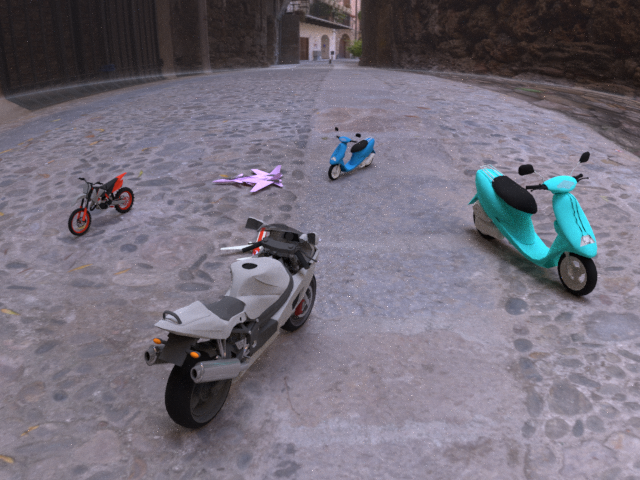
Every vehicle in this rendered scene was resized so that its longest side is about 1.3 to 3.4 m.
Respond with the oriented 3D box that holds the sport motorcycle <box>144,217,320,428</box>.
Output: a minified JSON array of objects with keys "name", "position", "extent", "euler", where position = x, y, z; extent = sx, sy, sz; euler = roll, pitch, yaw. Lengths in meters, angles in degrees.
[{"name":"sport motorcycle","position":[-0.809,0.838,7.983],"extent":[0.983,1.596,2.955],"euler":[14,30,25]}]

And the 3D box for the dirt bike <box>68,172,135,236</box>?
[{"name":"dirt bike","position":[-3.670,-0.666,11.751],"extent":[0.527,0.857,1.493],"euler":[14,30,26]}]

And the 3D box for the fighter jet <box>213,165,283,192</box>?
[{"name":"fighter jet","position":[-1.396,-1.216,13.461],"extent":[1.358,0.286,1.147],"euler":[-2,27,-4]}]

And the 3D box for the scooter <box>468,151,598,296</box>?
[{"name":"scooter","position":[3.127,-0.464,10.330],"extent":[1.288,1.786,2.721],"euler":[-13,30,-24]}]

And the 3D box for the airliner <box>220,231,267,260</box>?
[{"name":"airliner","position":[-0.953,0.000,10.914],"extent":[1.161,0.429,1.307],"euler":[1,27,3]}]

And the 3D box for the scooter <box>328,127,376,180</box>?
[{"name":"scooter","position":[0.642,-1.765,13.843],"extent":[0.662,0.919,1.399],"euler":[23,35,37]}]
